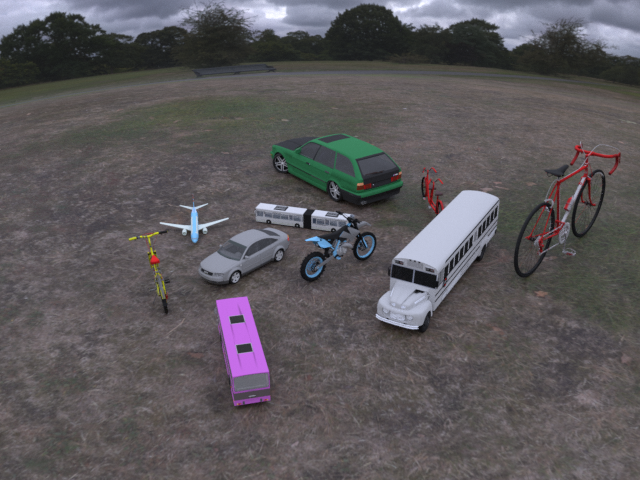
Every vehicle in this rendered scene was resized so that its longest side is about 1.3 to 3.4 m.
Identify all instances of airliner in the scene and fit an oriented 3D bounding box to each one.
[{"bbox_3d":[-2.127,-0.354,11.825,1.161,0.429,1.307,-4,27,-8],"label":"airliner"}]

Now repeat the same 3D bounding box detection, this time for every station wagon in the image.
[{"bbox_3d":[0.233,-1.588,13.770,1.327,0.920,3.105,-18,32,-32],"label":"station wagon"}]

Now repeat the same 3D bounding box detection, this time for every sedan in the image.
[{"bbox_3d":[-1.148,0.184,10.675,0.635,0.483,1.613,21,33,36],"label":"sedan"}]

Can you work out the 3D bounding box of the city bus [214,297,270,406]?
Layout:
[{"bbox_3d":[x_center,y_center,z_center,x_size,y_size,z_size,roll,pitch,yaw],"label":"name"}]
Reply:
[{"bbox_3d":[-0.944,1.310,8.418,0.476,0.460,1.674,-6,27,-12],"label":"city bus"}]

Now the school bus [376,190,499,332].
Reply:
[{"bbox_3d":[1.785,0.219,10.195,0.709,0.844,3.322,14,30,26],"label":"school bus"}]

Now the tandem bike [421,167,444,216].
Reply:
[{"bbox_3d":[2.013,-0.842,12.528,0.283,0.682,1.642,-2,26,-4],"label":"tandem bike"}]

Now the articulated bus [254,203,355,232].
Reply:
[{"bbox_3d":[-0.275,-0.377,12.030,1.749,0.289,0.311,8,27,15],"label":"articulated bus"}]

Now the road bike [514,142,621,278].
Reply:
[{"bbox_3d":[3.784,-0.518,10.773,0.696,1.656,3.004,22,34,38],"label":"road bike"}]

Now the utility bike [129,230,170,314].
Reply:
[{"bbox_3d":[-2.315,0.401,9.712,0.535,0.946,1.435,-9,28,-17],"label":"utility bike"}]

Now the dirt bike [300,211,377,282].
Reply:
[{"bbox_3d":[0.295,0.068,10.487,1.493,0.857,0.527,-20,33,-35],"label":"dirt bike"}]
